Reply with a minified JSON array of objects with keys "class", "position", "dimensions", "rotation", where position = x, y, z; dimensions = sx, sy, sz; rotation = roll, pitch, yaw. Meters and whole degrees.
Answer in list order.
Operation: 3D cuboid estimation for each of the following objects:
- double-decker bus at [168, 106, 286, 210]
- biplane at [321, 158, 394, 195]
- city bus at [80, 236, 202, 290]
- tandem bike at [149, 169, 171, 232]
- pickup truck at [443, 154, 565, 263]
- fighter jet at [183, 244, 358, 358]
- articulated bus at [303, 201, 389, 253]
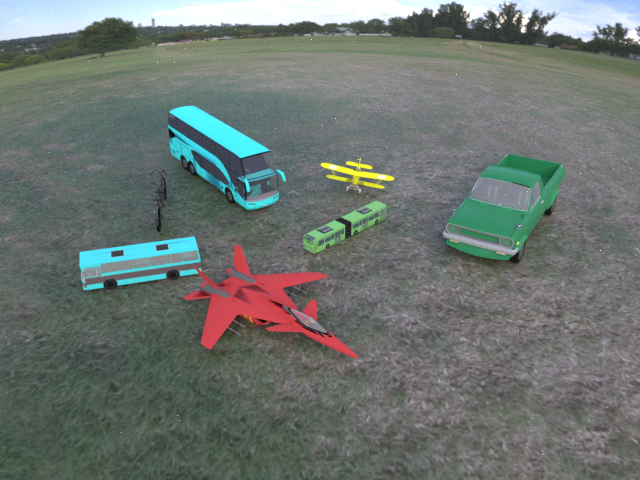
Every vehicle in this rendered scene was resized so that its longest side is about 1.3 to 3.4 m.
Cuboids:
[{"class":"double-decker bus","position":[-1.828,-1.544,12.929],"dimensions":[0.756,1.052,3.251],"rotation":[-19,35,-30]},{"class":"biplane","position":[0.699,-1.188,12.855],"dimensions":[1.336,0.504,1.090],"rotation":[4,30,7]},{"class":"city bus","position":[-2.594,0.350,10.167],"dimensions":[1.674,0.460,0.476],"rotation":[-8,30,-14]},{"class":"tandem bike","position":[-2.713,-0.739,11.877],"dimensions":[0.283,0.682,1.642],"rotation":[-3,30,-6]},{"class":"pickup truck","position":[3.104,-0.700,11.489],"dimensions":[1.244,0.993,3.117],"rotation":[16,33,26]},{"class":"fighter jet","position":[-0.525,0.853,9.174],"dimensions":[2.640,0.557,2.229],"rotation":[24,37,35]},{"class":"articulated bus","position":[0.439,-0.225,11.363],"dimensions":[0.311,0.289,1.749],"rotation":[26,39,38]}]
